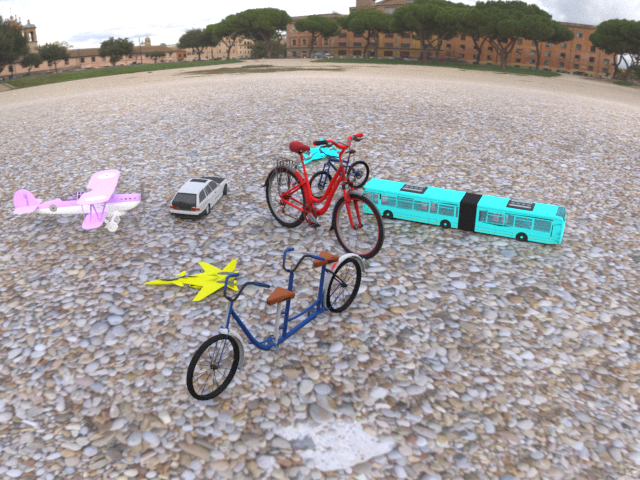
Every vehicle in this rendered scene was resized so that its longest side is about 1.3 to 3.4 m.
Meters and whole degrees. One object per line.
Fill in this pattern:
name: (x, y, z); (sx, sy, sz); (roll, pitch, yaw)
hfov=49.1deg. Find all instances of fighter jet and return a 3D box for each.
fighter jet: (-1.848, 0.524, 10.032); (1.358, 0.286, 1.147); (-2, 26, -4)
fighter jet: (-0.099, -1.854, 14.937); (1.147, 0.286, 1.358); (14, 29, 26)

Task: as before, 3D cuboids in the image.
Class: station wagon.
station wagon: (-2.168, -0.873, 12.698); (0.682, 0.473, 1.597); (5, 26, 11)

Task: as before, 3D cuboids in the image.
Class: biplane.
biplane: (-3.923, -0.616, 11.587); (2.120, 0.981, 2.598); (-5, 26, -10)

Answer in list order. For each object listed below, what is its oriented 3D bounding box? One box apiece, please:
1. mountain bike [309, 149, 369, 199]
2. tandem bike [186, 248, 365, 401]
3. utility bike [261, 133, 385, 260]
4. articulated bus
mountain bike: (0.365, -1.263, 13.050); (1.469, 0.868, 0.573); (-19, 32, -34)
tandem bike: (-0.398, 0.743, 8.388); (0.550, 1.326, 3.192); (19, 32, 34)
utility bike: (0.050, -0.864, 11.115); (1.039, 1.839, 2.791); (-23, 34, -39)
articulated bus: (2.354, -0.508, 11.844); (3.401, 0.561, 0.605); (11, 28, 21)
